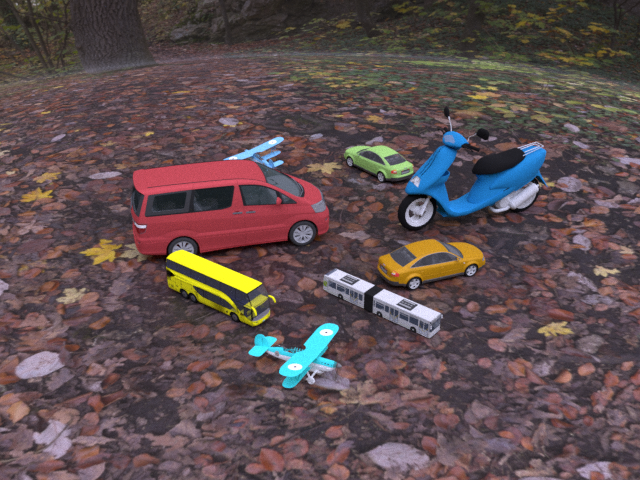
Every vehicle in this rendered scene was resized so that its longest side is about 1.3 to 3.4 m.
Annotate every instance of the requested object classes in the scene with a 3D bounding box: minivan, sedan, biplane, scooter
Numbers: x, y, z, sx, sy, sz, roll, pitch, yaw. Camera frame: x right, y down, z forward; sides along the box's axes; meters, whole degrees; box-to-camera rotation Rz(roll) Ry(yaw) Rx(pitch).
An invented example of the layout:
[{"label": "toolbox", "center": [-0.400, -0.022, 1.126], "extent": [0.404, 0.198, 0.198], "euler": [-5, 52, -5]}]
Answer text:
[{"label": "minivan", "center": [-1.352, -0.550, 10.727], "extent": [3.011, 1.197, 1.324], "euler": [-8, 29, -15]}, {"label": "sedan", "center": [1.091, -1.535, 13.306], "extent": [0.635, 0.483, 1.613], "euler": [-19, 34, -32]}, {"label": "biplane", "center": [-0.252, 1.314, 7.997], "extent": [1.090, 0.504, 1.336], "euler": [11, 30, 20]}, {"label": "sedan", "center": [1.605, 0.271, 9.954], "extent": [1.613, 0.483, 0.635], "euler": [-11, 30, -19]}, {"label": "biplane", "center": [-1.172, -1.518, 13.253], "extent": [1.336, 0.504, 1.090], "euler": [-19, 34, -31]}, {"label": "scooter", "center": [2.506, -1.125, 11.172], "extent": [2.721, 1.786, 1.288], "euler": [-10, 30, -18]}]

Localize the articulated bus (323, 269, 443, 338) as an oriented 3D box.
[{"label": "articulated bus", "center": [0.785, 0.808, 9.163], "extent": [1.749, 0.289, 0.311], "euler": [22, 35, 35]}]

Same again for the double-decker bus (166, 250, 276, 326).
[{"label": "double-decker bus", "center": [-1.345, 0.631, 9.225], "extent": [1.672, 0.541, 0.389], "euler": [19, 34, 32]}]
